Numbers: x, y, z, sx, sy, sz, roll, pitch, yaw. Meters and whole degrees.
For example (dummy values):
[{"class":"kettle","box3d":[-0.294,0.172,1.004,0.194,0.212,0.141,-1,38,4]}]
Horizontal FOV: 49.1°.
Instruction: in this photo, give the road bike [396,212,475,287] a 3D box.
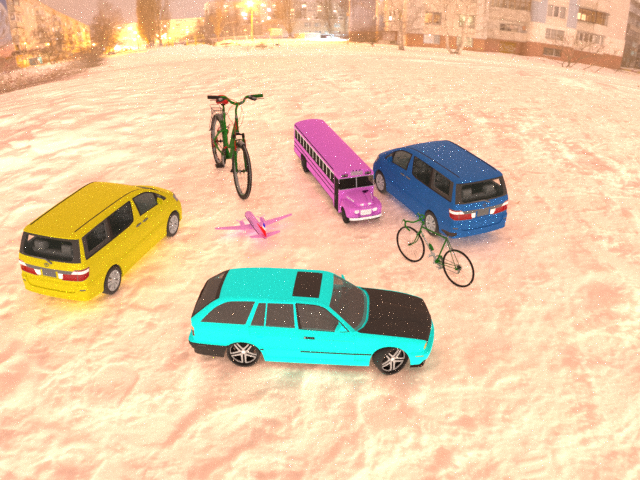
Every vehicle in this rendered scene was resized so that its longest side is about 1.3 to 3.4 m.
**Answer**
[{"class":"road bike","box3d":[1.719,0.130,10.532,0.358,0.852,1.545,-23,36,-35]}]

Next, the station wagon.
[{"class":"station wagon","box3d":[-0.084,0.948,9.003,3.105,0.920,1.327,2,29,4]}]

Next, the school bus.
[{"class":"school bus","box3d":[0.285,-1.356,13.194,0.709,0.844,3.322,-9,31,-16]}]

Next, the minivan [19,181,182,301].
[{"class":"minivan","box3d":[-3.265,-0.225,10.814,1.324,1.197,3.011,9,30,15]}]

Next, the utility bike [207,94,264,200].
[{"class":"utility bike","box3d":[-1.655,-2.015,13.352,1.039,1.839,2.791,-11,31,-19]}]

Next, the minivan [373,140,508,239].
[{"class":"minivan","box3d":[2.024,-1.092,12.362,1.324,1.197,3.011,-12,31,-20]}]

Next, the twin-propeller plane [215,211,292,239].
[{"class":"twin-propeller plane","box3d":[-1.077,-0.300,11.755,1.370,0.407,1.095,-12,31,-20]}]
